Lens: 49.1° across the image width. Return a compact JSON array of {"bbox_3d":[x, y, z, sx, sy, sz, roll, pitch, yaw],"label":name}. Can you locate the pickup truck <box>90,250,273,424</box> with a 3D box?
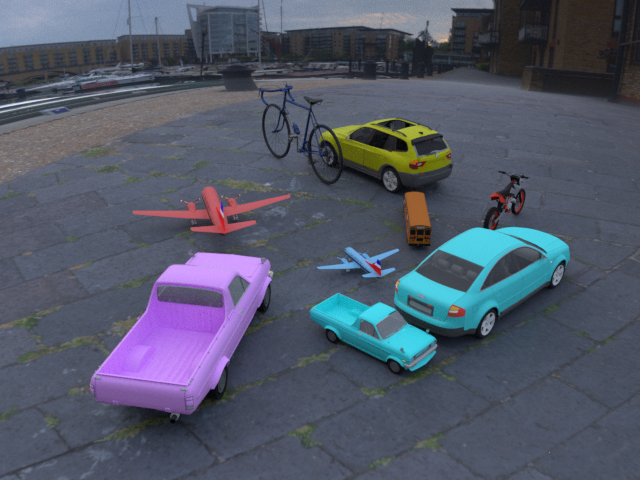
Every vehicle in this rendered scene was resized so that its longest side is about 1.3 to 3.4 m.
[{"bbox_3d":[-1.482,0.904,8.277,1.244,0.993,3.117,5,26,10],"label":"pickup truck"}]

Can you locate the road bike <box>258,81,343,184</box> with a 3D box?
[{"bbox_3d":[-0.416,-2.190,13.990,0.697,1.656,3.004,-16,30,-30],"label":"road bike"}]

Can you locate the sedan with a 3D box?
[{"bbox_3d":[2.296,0.357,9.484,3.137,0.940,1.235,-23,34,-39],"label":"sedan"}]

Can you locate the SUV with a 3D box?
[{"bbox_3d":[1.239,-1.857,13.904,1.276,1.128,3.058,-19,31,-34],"label":"SUV"}]

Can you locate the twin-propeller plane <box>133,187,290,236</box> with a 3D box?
[{"bbox_3d":[-1.742,-0.582,11.625,2.663,0.792,2.129,-7,26,-14],"label":"twin-propeller plane"}]

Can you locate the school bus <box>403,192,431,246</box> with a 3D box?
[{"bbox_3d":[1.601,-0.391,11.639,0.365,0.434,1.708,1,26,3],"label":"school bus"}]

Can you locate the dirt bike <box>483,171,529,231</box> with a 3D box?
[{"bbox_3d":[3.121,-0.667,11.726,0.527,0.857,1.493,19,31,34],"label":"dirt bike"}]

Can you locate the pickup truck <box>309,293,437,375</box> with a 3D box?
[{"bbox_3d":[0.628,1.057,8.515,1.603,0.511,0.640,21,33,37],"label":"pickup truck"}]

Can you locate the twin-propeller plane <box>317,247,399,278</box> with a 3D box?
[{"bbox_3d":[0.621,0.285,10.253,1.370,0.407,1.095,-12,28,-23],"label":"twin-propeller plane"}]
